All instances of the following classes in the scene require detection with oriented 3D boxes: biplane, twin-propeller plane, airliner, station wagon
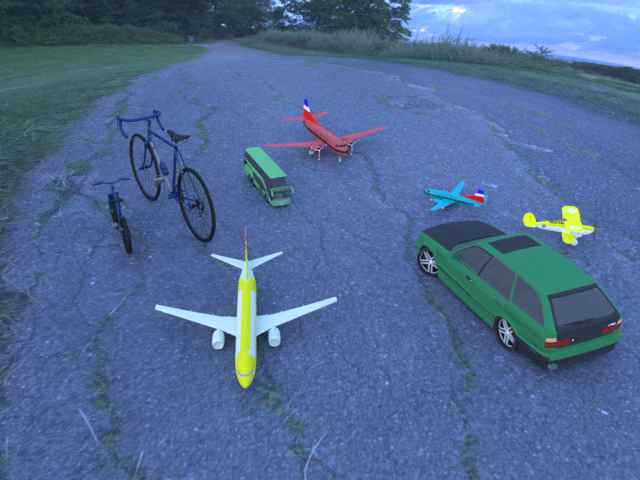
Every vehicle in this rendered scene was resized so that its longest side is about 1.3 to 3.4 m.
[{"bbox_3d":[3.634,-0.216,10.606,1.090,0.504,1.336,7,29,14],"label":"biplane"},{"bbox_3d":[0.071,-2.193,13.997,2.663,0.792,2.129,-12,30,-21],"label":"twin-propeller plane"},{"bbox_3d":[2.233,-0.750,11.708,1.095,0.407,1.370,17,32,28],"label":"twin-propeller plane"},{"bbox_3d":[-0.893,0.759,8.432,2.257,0.835,2.541,-2,28,-4],"label":"airliner"},{"bbox_3d":[2.399,0.412,8.990,1.327,0.920,3.105,-11,30,-20],"label":"station wagon"}]

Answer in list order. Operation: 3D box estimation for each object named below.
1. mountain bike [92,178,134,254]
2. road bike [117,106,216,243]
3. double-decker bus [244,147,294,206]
[{"bbox_3d":[-3.036,-0.397,10.559,0.573,0.868,1.469,-12,31,-22],"label":"mountain bike"},{"bbox_3d":[-2.404,-1.088,11.016,0.696,1.656,3.004,-19,34,-32],"label":"road bike"},{"bbox_3d":[-0.929,-1.107,12.233,0.389,0.541,1.672,-11,30,-20],"label":"double-decker bus"}]
